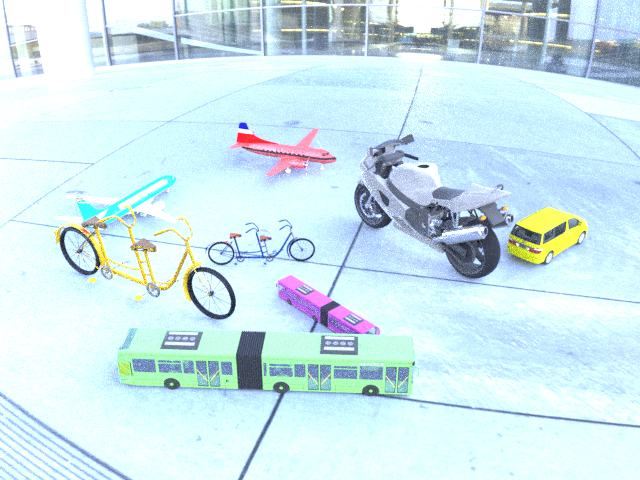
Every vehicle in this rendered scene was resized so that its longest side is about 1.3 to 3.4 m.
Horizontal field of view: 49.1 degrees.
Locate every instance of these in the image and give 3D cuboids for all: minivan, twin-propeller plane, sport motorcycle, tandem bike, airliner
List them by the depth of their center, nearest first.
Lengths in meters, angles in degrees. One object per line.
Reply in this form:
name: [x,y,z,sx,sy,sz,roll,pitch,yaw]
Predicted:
tandem bike: [-2.475,0.181,9.508,3.192,1.326,0.550,15,32,25]
tandem bike: [-0.891,0.051,10.420,1.642,0.682,0.283,-2,29,-4]
sport motorcycle: [1.562,-0.545,10.558,0.983,1.596,2.955,-22,35,-34]
minivan: [3.570,-0.147,10.852,1.548,0.616,0.681,-24,36,-36]
airliner: [-3.213,-0.809,11.837,2.257,0.835,2.541,13,31,22]
twin-propeller plane: [-0.680,-1.840,13.776,2.129,0.792,2.663,9,30,17]

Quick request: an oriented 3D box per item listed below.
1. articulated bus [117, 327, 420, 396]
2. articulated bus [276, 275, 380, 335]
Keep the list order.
articulated bus: [-0.589,1.396,8.078,3.401,0.561,0.605,1,29,3]
articulated bus: [0.077,0.935,9.209,0.311,0.289,1.749,-23,36,-36]
